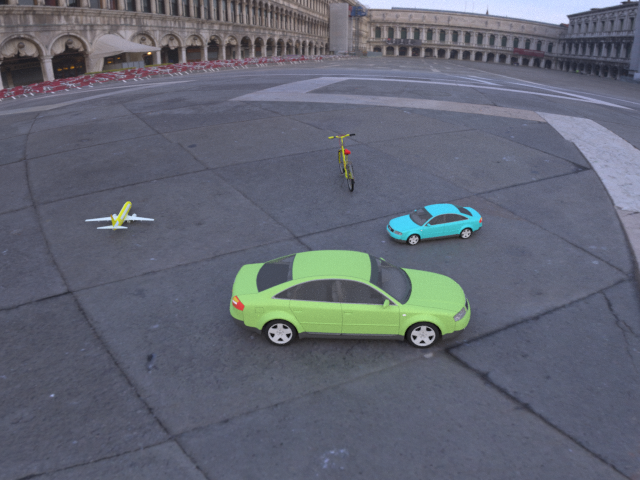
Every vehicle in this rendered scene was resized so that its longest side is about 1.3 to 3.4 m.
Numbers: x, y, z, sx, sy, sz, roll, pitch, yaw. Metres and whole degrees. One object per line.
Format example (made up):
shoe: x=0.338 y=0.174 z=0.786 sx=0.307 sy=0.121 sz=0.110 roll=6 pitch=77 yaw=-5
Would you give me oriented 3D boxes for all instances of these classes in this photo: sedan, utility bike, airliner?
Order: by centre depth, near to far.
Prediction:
sedan: x=0.393 y=0.691 z=9.156 sx=3.137 sy=0.940 sz=1.235 roll=1 pitch=27 yaw=2
sedan: x=1.899 y=-0.305 z=11.626 sx=1.613 sy=0.483 sz=0.635 roll=-7 pitch=28 yaw=-13
airliner: x=-3.425 y=-0.490 z=12.050 sx=1.161 sy=0.429 sz=1.307 roll=-1 pitch=27 yaw=-1
utility bike: x=0.451 y=-1.537 z=13.544 sx=0.535 sy=0.946 sz=1.435 roll=-4 pitch=27 yaw=-8
